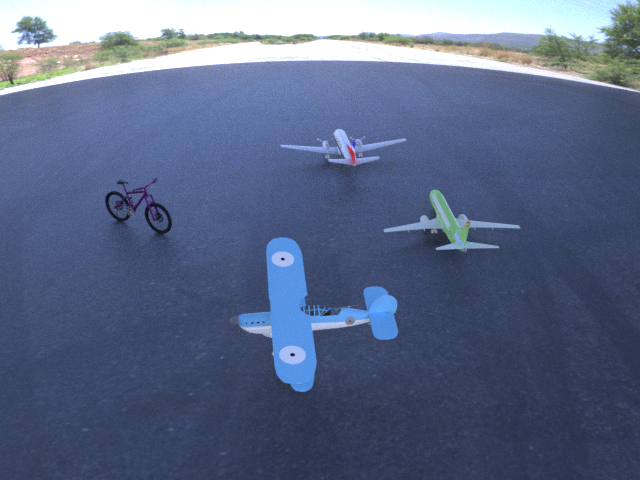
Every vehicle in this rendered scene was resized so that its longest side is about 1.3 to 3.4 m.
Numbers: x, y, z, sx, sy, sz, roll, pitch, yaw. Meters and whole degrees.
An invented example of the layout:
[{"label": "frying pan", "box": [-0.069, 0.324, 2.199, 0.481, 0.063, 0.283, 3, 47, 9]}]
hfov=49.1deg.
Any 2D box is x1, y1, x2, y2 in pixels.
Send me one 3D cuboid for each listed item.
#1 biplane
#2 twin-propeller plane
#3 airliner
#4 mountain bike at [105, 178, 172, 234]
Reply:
[{"label": "biplane", "box": [-0.074, 1.000, 8.800, 2.120, 0.981, 2.598, -3, 29, -5]}, {"label": "twin-propeller plane", "box": [0.531, -1.994, 14.449, 2.663, 0.792, 2.129, -4, 29, -7]}, {"label": "airliner", "box": [2.150, -0.484, 11.654, 2.257, 0.835, 2.541, -2, 29, -3]}, {"label": "mountain bike", "box": [-3.104, -0.607, 11.843, 1.469, 0.868, 0.573, 16, 32, 26]}]
